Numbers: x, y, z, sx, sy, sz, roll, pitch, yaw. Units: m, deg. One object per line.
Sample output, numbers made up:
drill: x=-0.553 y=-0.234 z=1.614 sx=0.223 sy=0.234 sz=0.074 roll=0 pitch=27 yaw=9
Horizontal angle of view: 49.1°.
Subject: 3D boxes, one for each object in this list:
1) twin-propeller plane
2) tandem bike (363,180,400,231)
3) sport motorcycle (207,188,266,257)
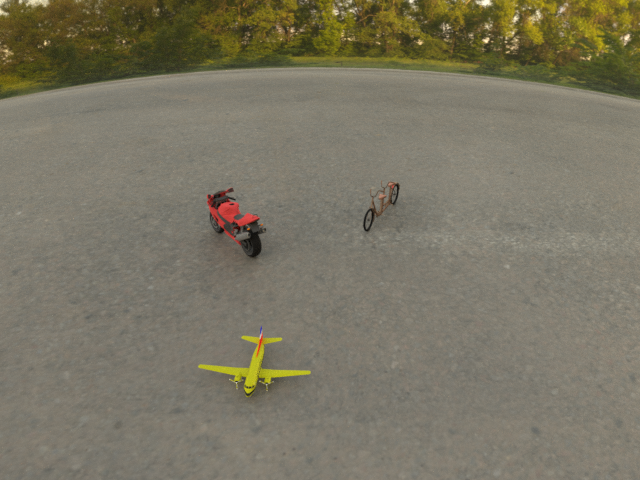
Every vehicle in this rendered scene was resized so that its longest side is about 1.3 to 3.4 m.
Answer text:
twin-propeller plane: x=-0.785 y=1.488 z=8.518 sx=1.370 sy=0.407 sz=1.095 roll=2 pitch=28 yaw=5
tandem bike: x=1.111 y=-0.722 z=12.391 sx=0.283 sy=0.682 sz=1.642 roll=13 pitch=31 yaw=23
sport motorcycle: x=-1.408 y=-0.299 z=11.444 sx=0.506 sy=0.821 sz=1.520 roll=-20 pitch=34 yaw=-33
